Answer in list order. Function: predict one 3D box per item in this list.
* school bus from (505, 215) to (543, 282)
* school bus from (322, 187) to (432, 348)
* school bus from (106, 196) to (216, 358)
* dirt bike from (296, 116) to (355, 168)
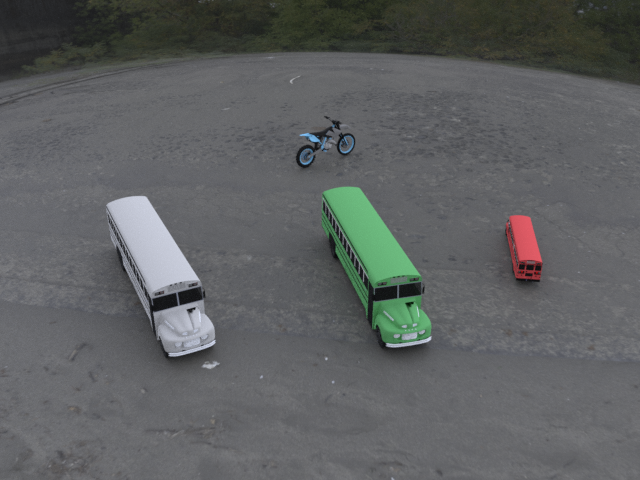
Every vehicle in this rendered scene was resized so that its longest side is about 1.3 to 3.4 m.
[{"bbox_3d":[3.131,0.070,10.827,0.365,0.434,1.708,4,30,7],"label":"school bus"},{"bbox_3d":[0.736,0.294,10.014,0.709,0.844,3.322,-7,30,-12],"label":"school bus"},{"bbox_3d":[-2.287,0.418,9.795,0.709,0.844,3.322,-14,32,-23],"label":"school bus"},{"bbox_3d":[0.126,-1.983,14.030,1.493,0.857,0.527,-21,35,-32],"label":"dirt bike"}]
